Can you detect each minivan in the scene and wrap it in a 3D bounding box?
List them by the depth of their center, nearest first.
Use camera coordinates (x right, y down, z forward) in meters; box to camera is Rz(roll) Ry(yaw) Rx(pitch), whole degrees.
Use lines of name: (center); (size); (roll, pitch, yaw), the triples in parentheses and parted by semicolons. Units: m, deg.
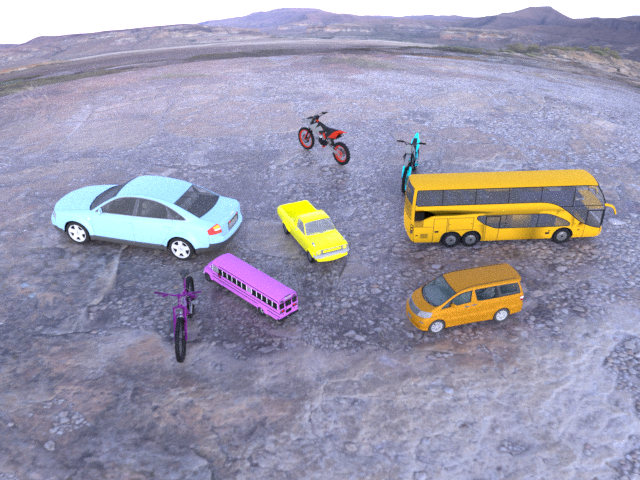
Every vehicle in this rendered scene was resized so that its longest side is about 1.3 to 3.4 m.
minivan: (1.932, 0.756, 9.385); (1.548, 0.616, 0.681); (-8, 31, -13)

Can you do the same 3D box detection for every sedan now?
sedan: (-2.805, -0.487, 11.176); (3.137, 0.940, 1.235); (8, 31, 13)

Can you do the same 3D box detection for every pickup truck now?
pickup truck: (-0.134, -0.207, 11.123); (0.640, 0.511, 1.603); (-13, 33, -21)

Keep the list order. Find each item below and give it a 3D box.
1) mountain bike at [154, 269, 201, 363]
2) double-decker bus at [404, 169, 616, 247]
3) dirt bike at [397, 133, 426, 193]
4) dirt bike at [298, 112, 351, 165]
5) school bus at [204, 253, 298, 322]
mountain bike: (-1.739, 0.867, 8.949); (0.573, 0.868, 1.469); (-1, 31, -2)
double-decker bus: (2.975, -0.529, 11.137); (3.251, 1.052, 0.756); (-2, 31, -4)
dirt bike: (1.692, -1.490, 12.961); (0.527, 0.857, 1.493); (8, 32, 14)
dirt bike: (0.061, -2.049, 13.910); (0.527, 0.857, 1.493); (-25, 39, -36)
school bus: (-1.017, 0.611, 9.810); (1.708, 0.434, 0.365); (27, 40, 37)
